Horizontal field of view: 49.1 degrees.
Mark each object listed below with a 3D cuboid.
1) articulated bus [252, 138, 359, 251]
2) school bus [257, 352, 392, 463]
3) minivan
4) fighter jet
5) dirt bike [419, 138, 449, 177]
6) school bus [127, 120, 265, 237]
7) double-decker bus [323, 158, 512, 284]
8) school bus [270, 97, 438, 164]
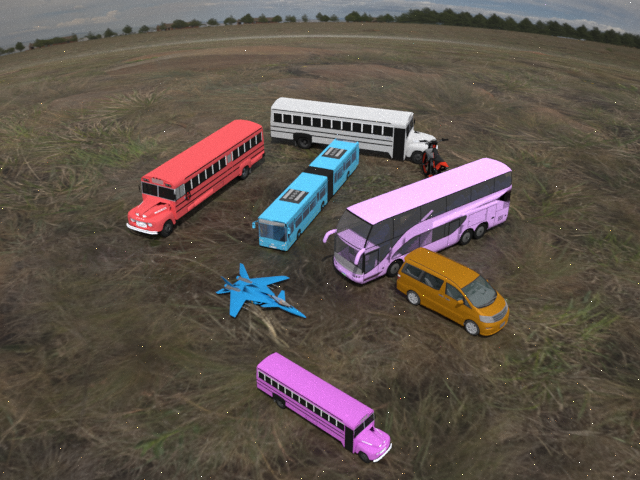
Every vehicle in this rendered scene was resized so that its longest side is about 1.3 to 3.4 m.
[{"bbox_3d":[-0.114,-0.866,11.910,0.605,0.561,3.401,12,33,19],"label":"articulated bus"},{"bbox_3d":[0.025,1.800,7.601,1.708,0.434,0.365,24,39,34],"label":"school bus"},{"bbox_3d":[1.772,0.667,9.308,1.548,0.616,0.681,26,40,37],"label":"minivan"},{"bbox_3d":[-0.727,0.735,9.514,1.358,0.286,1.147,21,37,31],"label":"fighter jet"},{"bbox_3d":[2.029,-1.319,12.376,0.527,0.857,1.493,-4,31,-7],"label":"dirt bike"},{"bbox_3d":[-2.078,-1.127,12.069,0.709,0.844,3.322,14,34,22],"label":"school bus"},{"bbox_3d":[1.568,-0.313,10.514,3.251,1.052,0.756,-21,37,-31],"label":"double-decker bus"},{"bbox_3d":[0.668,-2.189,13.833,3.322,0.844,0.709,10,32,16],"label":"school bus"}]
